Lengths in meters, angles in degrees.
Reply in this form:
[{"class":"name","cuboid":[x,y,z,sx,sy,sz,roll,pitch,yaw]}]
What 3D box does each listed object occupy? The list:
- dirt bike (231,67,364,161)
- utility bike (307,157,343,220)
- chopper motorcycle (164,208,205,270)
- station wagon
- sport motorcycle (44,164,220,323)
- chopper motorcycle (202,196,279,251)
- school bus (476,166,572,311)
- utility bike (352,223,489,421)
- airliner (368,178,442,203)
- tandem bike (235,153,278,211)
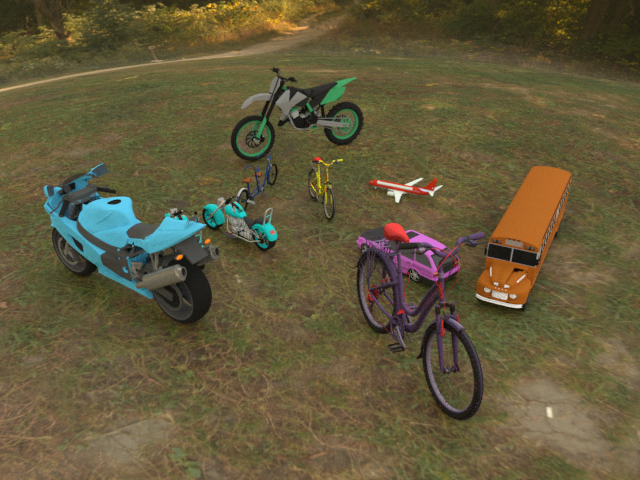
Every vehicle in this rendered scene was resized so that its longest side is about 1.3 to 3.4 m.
[{"class":"dirt bike","cuboid":[-0.397,-2.493,13.728,2.903,1.666,1.024,-14,31,-24]},{"class":"utility bike","cuboid":[0.066,-0.980,11.691,0.535,0.946,1.435,-9,30,-15]},{"class":"chopper motorcycle","cuboid":[-2.018,-0.126,10.310,0.466,0.761,1.563,-14,32,-24]},{"class":"station wagon","cuboid":[1.245,0.131,10.137,0.682,0.473,1.597,-23,36,-36]},{"class":"sport motorcycle","cuboid":[-2.550,0.055,9.098,2.955,1.596,0.983,18,33,30]},{"class":"chopper motorcycle","cuboid":[-1.257,-0.345,10.713,1.563,0.761,0.466,23,36,35]},{"class":"school bus","cuboid":[3.021,-0.114,10.200,0.709,0.844,3.322,13,31,23]},{"class":"utility bike","cuboid":[1.112,0.603,7.833,1.039,1.839,2.791,-12,31,-21]},{"class":"airliner","cuboid":[1.446,-0.994,12.260,1.307,0.429,1.161,14,32,25]},{"class":"tandem bike","cuboid":[-1.079,-1.029,12.060,0.283,0.682,1.642,10,30,18]}]
